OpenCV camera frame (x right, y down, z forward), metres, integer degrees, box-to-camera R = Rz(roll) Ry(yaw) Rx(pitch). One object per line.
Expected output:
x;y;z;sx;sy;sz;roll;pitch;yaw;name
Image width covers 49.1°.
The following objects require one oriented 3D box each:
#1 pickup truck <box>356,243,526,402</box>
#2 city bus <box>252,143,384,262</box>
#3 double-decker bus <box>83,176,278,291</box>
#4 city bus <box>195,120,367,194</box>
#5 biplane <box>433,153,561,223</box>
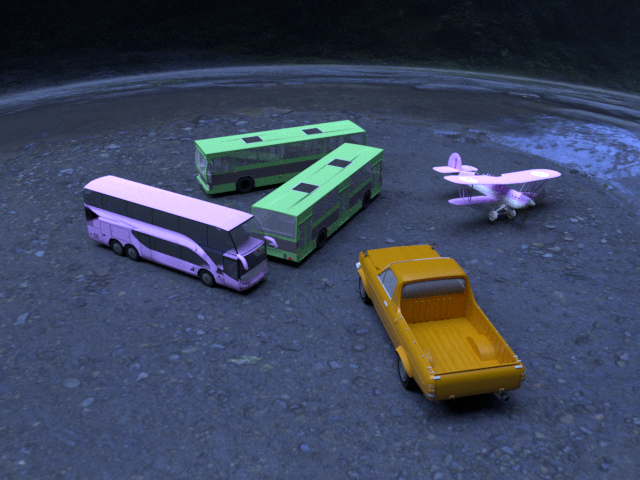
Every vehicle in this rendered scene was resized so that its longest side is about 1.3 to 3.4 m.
1.363;0.839;8.705;1.244;0.993;3.117;-5;28;-10;pickup truck
0.064;-0.681;11.765;0.926;0.894;3.255;14;30;25;city bus
-2.181;-0.121;10.506;3.251;1.052;0.756;16;31;28;double-decker bus
-0.725;-1.594;13.540;3.255;0.894;0.926;-11;29;-21;city bus
2.964;-0.957;12.207;2.598;0.981;2.120;-16;31;-28;biplane
